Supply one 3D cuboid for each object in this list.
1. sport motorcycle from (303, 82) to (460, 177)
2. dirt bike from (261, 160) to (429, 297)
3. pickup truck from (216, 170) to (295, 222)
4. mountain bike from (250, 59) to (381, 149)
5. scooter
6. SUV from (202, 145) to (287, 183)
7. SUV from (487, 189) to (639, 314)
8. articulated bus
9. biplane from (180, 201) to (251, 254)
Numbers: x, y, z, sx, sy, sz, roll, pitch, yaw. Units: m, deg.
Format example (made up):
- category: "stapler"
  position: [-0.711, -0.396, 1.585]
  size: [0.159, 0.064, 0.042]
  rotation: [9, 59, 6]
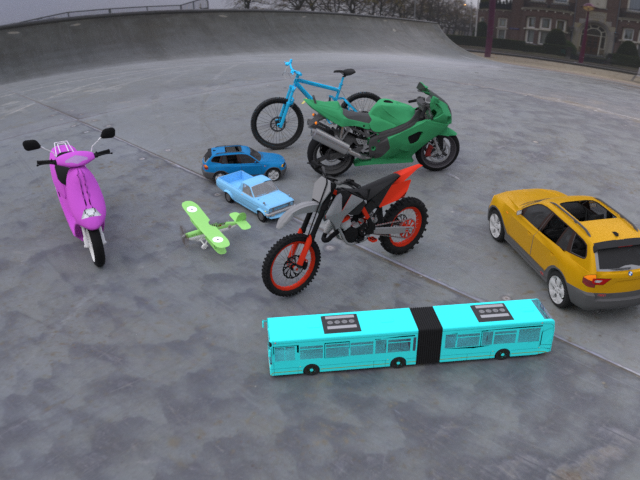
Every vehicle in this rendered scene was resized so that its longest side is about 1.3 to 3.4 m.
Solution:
- category: "sport motorcycle"
  position: [1.166, -1.971, 12.885]
  size: [2.955, 1.596, 0.983]
  rotation: [-4, 29, -6]
- category: "dirt bike"
  position: [0.438, -0.257, 9.671]
  size: [2.903, 1.666, 1.024]
  rotation: [-19, 34, -31]
- category: "pickup truck"
  position: [-1.112, -0.824, 11.917]
  size: [0.640, 0.511, 1.603]
  rotation: [-22, 36, -35]
- category: "mountain bike"
  position: [0.008, -2.697, 14.120]
  size: [2.857, 1.688, 1.114]
  rotation: [-6, 29, -10]
- category: "scooter"
  position: [-3.715, -0.865, 10.661]
  size: [1.288, 1.786, 2.721]
  rotation: [-14, 31, -23]
- category: "SUV"
  position: [-1.406, -1.438, 12.968]
  size: [1.572, 0.580, 0.656]
  rotation: [-5, 29, -8]
- category: "SUV"
  position: [3.506, -0.100, 9.946]
  size: [1.276, 1.128, 3.058]
  rotation: [-6, 29, -11]
- category: "articulated bus"
  position: [1.040, 1.136, 8.271]
  size: [3.401, 0.561, 0.605]
  rotation: [-3, 29, -6]
- category: "biplane"
  position: [-1.600, -0.165, 10.715]
  size: [1.090, 0.504, 1.336]
  rotation: [-18, 33, -29]
